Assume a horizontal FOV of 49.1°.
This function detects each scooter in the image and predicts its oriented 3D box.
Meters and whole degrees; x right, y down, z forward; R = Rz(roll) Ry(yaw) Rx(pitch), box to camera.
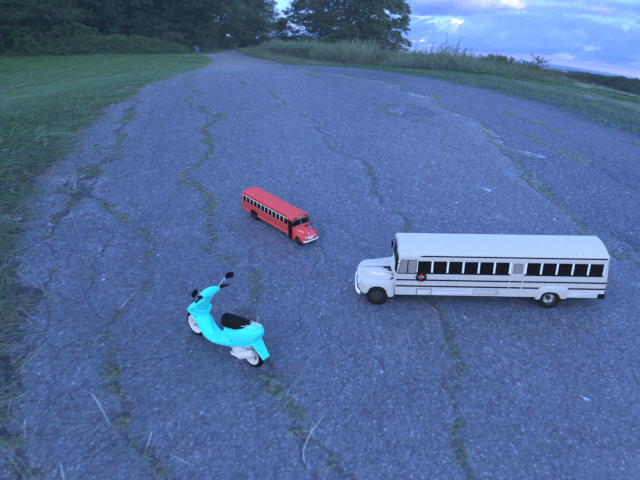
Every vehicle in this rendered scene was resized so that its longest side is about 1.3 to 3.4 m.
[{"bbox_3d":[-1.150,0.944,8.401,1.399,0.919,0.662,21,34,35],"label":"scooter"}]

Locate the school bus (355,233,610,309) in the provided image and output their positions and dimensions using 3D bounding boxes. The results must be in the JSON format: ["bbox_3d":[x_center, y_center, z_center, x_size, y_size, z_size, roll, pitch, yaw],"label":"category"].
[{"bbox_3d":[2.148,0.384,9.565,3.322,0.844,0.709,1,27,2],"label":"school bus"}]

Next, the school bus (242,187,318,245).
[{"bbox_3d":[-0.669,-0.411,11.549,0.365,0.434,1.708,-21,34,-35],"label":"school bus"}]
